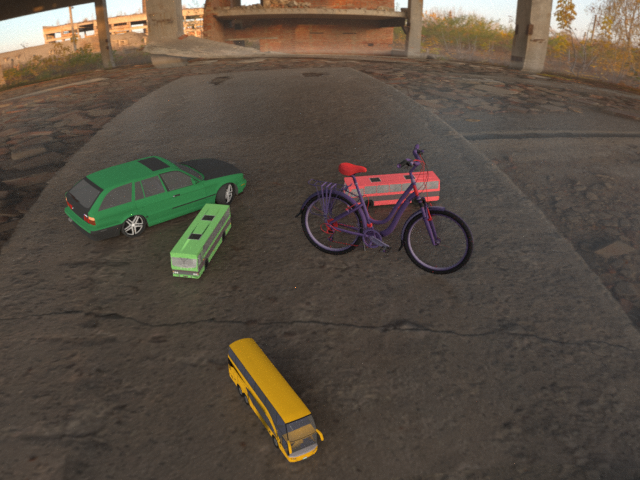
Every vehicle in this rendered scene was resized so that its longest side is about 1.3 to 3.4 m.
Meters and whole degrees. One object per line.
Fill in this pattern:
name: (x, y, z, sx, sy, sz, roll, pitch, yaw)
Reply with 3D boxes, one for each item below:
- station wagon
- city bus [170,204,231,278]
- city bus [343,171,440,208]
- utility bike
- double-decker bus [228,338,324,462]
station wagon: (-2.765, -0.921, 12.111, 3.105, 0.920, 1.327, -22, 36, -34)
city bus: (-1.828, 0.004, 10.917, 0.476, 0.460, 1.674, 5, 29, 9)
city bus: (1.277, -0.890, 12.530, 1.674, 0.460, 0.476, -5, 29, -9)
utility bike: (0.946, -0.514, 10.429, 2.791, 1.839, 1.039, 11, 31, 18)
double-decker bus: (-0.541, 1.739, 7.702, 0.389, 0.541, 1.672, -15, 32, -25)
